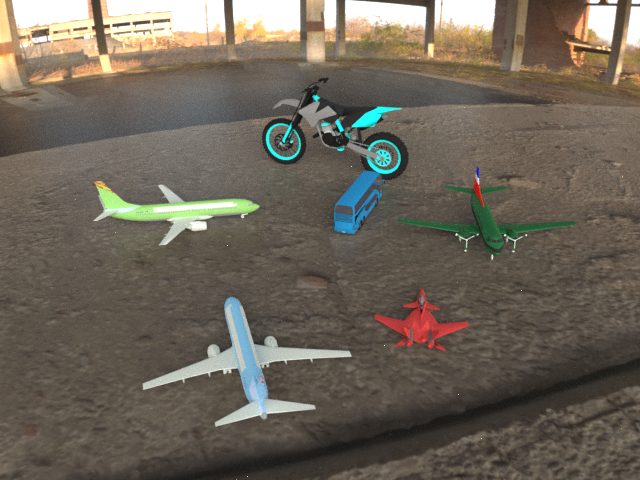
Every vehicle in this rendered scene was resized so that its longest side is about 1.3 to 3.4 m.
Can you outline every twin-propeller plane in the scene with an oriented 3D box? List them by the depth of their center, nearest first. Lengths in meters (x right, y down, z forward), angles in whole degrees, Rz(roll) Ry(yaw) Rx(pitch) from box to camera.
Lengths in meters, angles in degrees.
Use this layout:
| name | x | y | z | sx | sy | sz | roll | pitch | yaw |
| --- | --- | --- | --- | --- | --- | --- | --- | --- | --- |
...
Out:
| name | x | y | z | sx | sy | sz | roll | pitch | yaw |
| --- | --- | --- | --- | --- | --- | --- | --- | --- | --- |
| twin-propeller plane | 2.520 | -0.416 | 10.675 | 2.663 | 0.792 | 2.129 | 1 | 28 | 2 |

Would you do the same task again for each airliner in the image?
| name | x | y | z | sx | sy | sz | roll | pitch | yaw |
| --- | --- | --- | --- | --- | --- | --- | --- | --- | --- |
| airliner | -0.825 | 1.104 | 7.709 | 2.257 | 0.835 | 2.541 | -7 | 28 | -13 |
| airliner | -2.225 | -0.632 | 11.044 | 2.541 | 0.835 | 2.257 | -6 | 28 | -11 |

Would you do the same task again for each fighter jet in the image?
| name | x | y | z | sx | sy | sz | roll | pitch | yaw |
| --- | --- | --- | --- | --- | --- | --- | --- | --- | --- |
| fighter jet | 1.266 | 0.881 | 8.732 | 1.147 | 0.286 | 1.358 | 4 | 28 | 7 |

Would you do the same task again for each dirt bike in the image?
| name | x | y | z | sx | sy | sz | roll | pitch | yaw |
| --- | --- | --- | --- | --- | --- | --- | --- | --- | --- |
| dirt bike | 0.231 | -2.021 | 12.812 | 2.903 | 1.666 | 1.024 | 11 | 29 | 19 |

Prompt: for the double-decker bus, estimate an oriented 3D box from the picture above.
| name | x | y | z | sx | sy | sz | roll | pitch | yaw |
| --- | --- | --- | --- | --- | --- | --- | --- | --- | --- |
| double-decker bus | 0.651 | -0.647 | 11.391 | 0.389 | 0.541 | 1.672 | 10 | 29 | 18 |
